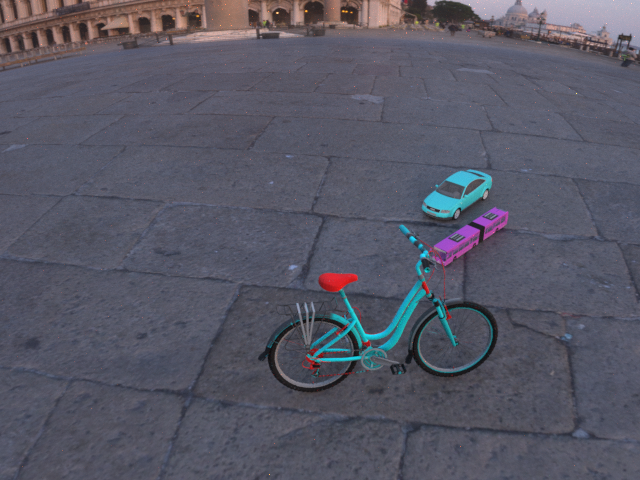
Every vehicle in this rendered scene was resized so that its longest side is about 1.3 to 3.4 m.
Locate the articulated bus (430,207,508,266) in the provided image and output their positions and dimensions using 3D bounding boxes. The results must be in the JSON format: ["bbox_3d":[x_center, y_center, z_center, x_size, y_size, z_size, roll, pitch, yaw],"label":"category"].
[{"bbox_3d":[2.349,-0.076,10.867,0.311,0.289,1.749,26,40,37],"label":"articulated bus"}]

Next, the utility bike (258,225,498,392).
[{"bbox_3d":[0.673,0.828,7.863,2.791,1.839,1.039,-4,31,-7],"label":"utility bike"}]

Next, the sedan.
[{"bbox_3d":[2.349,-0.826,11.925,0.635,0.483,1.613,24,39,34],"label":"sedan"}]
